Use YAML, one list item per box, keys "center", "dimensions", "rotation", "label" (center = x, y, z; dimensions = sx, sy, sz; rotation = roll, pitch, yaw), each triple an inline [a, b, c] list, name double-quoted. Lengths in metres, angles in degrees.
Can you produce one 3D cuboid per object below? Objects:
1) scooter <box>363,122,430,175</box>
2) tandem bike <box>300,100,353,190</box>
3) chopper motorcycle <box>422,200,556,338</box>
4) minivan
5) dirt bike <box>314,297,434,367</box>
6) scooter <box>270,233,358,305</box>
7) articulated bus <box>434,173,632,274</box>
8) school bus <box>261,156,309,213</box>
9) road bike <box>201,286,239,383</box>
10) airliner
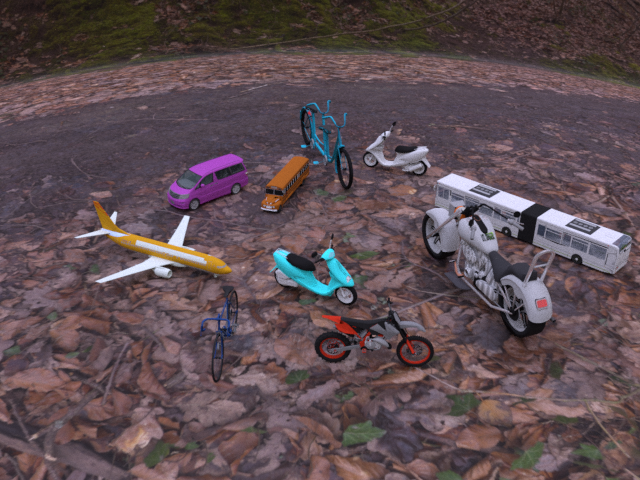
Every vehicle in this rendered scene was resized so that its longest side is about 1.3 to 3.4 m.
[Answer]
- center: [1.514, -1.782, 13.826]
  dimensions: [1.399, 0.919, 0.662]
  rotation: [12, 32, 20]
  label: "scooter"
- center: [0.088, -2.134, 14.032]
  dimensions: [0.550, 1.326, 3.192]
  rotation: [-9, 31, -16]
  label: "tandem bike"
- center: [2.281, 0.126, 9.921]
  dimensions: [0.906, 1.480, 3.040]
  rotation: [-10, 31, -17]
  label: "chopper motorcycle"
- center: [-2.077, -1.080, 12.904]
  dimensions: [1.548, 0.616, 0.681]
  rotation: [-25, 38, -37]
  label: "minivan"
- center: [0.675, 1.196, 8.676]
  dimensions: [1.493, 0.857, 0.527]
  rotation: [3, 30, 5]
  label: "dirt bike"
- center: [-0.099, 0.402, 10.004]
  dimensions: [1.399, 0.919, 0.662]
  rotation: [14, 33, 23]
  label: "scooter"
- center: [3.400, -0.338, 11.660]
  dimensions: [3.401, 0.561, 0.605]
  rotation: [26, 39, 38]
  label: "articulated bus"
- center: [-0.637, -1.041, 13.019]
  dimensions: [0.365, 0.434, 1.708]
  rotation: [10, 31, 16]
  label: "school bus"
- center: [-1.202, 1.090, 8.867]
  dimensions: [0.358, 0.852, 1.545]
  rotation: [2, 30, 4]
  label: "road bike"
- center: [-2.469, 0.001, 10.791]
  dimensions: [2.541, 0.835, 2.257]
  rotation: [13, 32, 21]
  label: "airliner"
